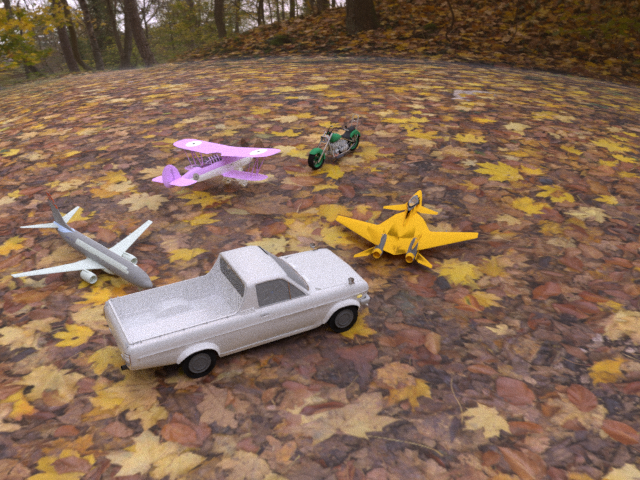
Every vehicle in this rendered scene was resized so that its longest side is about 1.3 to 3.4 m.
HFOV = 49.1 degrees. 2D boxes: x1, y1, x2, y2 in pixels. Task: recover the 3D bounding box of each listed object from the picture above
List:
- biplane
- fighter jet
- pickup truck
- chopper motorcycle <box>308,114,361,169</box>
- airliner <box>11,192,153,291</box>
[{"bbox_3d":[-1.898,-1.272,12.221,2.598,0.981,2.120,22,35,36],"label":"biplane"},{"bbox_3d":[1.396,-0.427,11.070,2.229,0.557,2.640,8,29,14],"label":"fighter jet"},{"bbox_3d":[-0.951,0.712,8.435,3.117,0.993,1.244,-14,31,-25],"label":"pickup truck"},{"bbox_3d":[0.291,-1.932,13.713,0.466,0.761,1.563,20,34,33],"label":"chopper motorcycle"},{"bbox_3d":[-3.177,0.021,9.919,2.541,0.835,2.257,23,35,36],"label":"airliner"}]
